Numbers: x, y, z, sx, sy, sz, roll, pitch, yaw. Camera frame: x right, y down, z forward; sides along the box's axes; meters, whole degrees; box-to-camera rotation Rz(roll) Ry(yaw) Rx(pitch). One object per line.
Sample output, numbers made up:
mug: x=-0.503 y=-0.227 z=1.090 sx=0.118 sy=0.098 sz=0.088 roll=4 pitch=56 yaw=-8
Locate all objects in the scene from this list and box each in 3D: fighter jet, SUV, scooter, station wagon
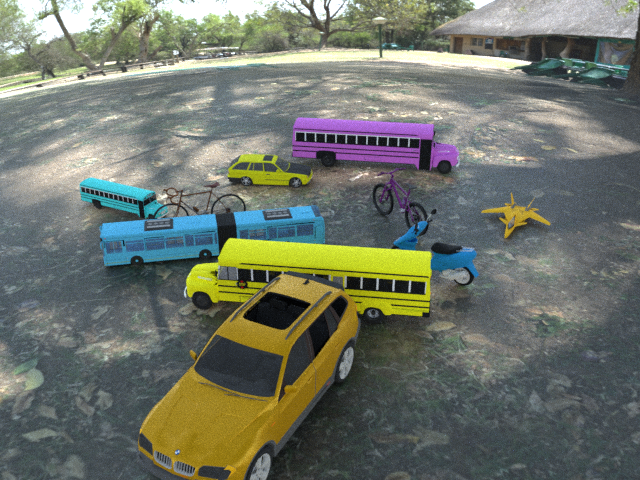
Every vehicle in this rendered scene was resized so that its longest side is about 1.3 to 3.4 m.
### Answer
fighter jet: x=3.251 y=-0.392 z=11.692 sx=1.147 sy=0.286 sz=1.358 roll=12 pitch=30 yaw=22
SUV: x=-0.633 y=1.368 z=7.440 sx=1.276 sy=1.128 sz=3.058 roll=14 pitch=31 yaw=24
scooter: x=1.634 y=0.112 z=10.055 sx=1.399 sy=0.919 sz=0.662 roll=17 pitch=32 yaw=30
station wagon: x=-0.939 y=-1.340 z=13.294 sx=1.597 sy=0.473 sz=0.682 roll=3 pitch=28 yaw=5

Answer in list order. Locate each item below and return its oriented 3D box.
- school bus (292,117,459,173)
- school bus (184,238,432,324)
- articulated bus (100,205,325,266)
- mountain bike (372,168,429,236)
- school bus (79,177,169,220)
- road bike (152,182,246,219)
school bus: x=1.122 y=-1.914 z=13.989 sx=3.322 sy=0.844 sz=0.709 roll=4 pitch=28 yaw=8
school bus: x=-0.184 y=0.513 z=9.372 sx=3.322 sy=0.844 sz=0.709 roll=4 pitch=28 yaw=7
articulated bus: x=-1.636 y=-0.079 z=10.802 sx=3.401 sy=0.561 sz=0.605 roll=-5 pitch=28 yaw=-10
mountain bike: x=1.320 y=-0.654 z=11.566 sx=0.573 sy=0.868 sz=1.469 roll=-16 pitch=32 yaw=-28
school bus: x=-3.395 y=-0.711 z=12.142 sx=1.708 sy=0.434 sz=0.365 roll=13 pitch=30 yaw=23
road bike: x=-1.947 y=-0.511 z=11.311 sx=1.545 sy=0.852 sz=0.358 roll=-11 pitch=30 yaw=-20
